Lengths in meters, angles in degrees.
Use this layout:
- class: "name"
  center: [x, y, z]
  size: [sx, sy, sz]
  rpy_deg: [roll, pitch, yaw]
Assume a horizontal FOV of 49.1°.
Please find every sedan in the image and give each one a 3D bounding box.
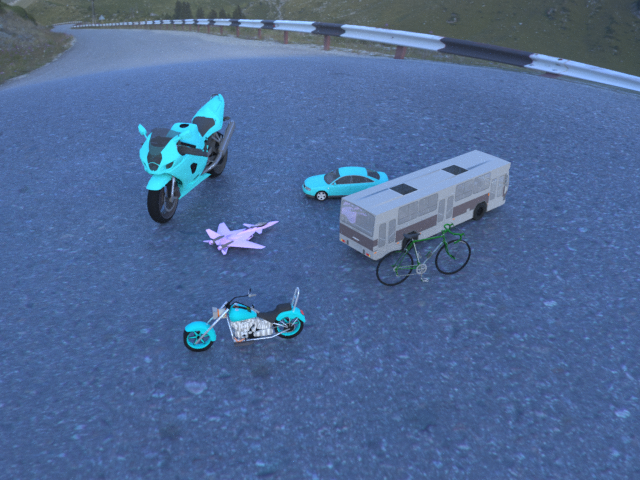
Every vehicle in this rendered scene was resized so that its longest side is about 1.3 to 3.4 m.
- class: "sedan"
  center: [0.479, -1.073, 12.954]
  size: [1.613, 0.483, 0.635]
  rpy_deg: [-2, 29, -3]

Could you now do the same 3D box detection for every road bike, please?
- class: "road bike"
  center: [1.535, 0.220, 10.224]
  size: [1.545, 0.852, 0.358]
  rpy_deg: [-10, 30, -17]

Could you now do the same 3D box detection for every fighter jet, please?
- class: "fighter jet"
  center: [-1.207, -0.176, 11.528]
  size: [1.358, 0.286, 1.147]
  rpy_deg: [-24, 37, -36]

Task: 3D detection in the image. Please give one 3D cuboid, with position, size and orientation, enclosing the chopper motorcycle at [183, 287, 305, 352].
- class: "chopper motorcycle"
  center: [-0.961, 1.006, 8.889]
  size: [1.563, 0.761, 0.466]
  rpy_deg: [-6, 29, -10]

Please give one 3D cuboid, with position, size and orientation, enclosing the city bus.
- class: "city bus"
  center: [1.814, -0.608, 11.683]
  size: [3.255, 0.894, 0.926]
  rpy_deg: [-21, 35, -34]

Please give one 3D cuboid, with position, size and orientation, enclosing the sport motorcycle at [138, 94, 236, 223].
- class: "sport motorcycle"
  center: [-2.361, -1.519, 12.610]
  size: [0.983, 1.596, 2.955]
  rpy_deg: [8, 30, 15]
